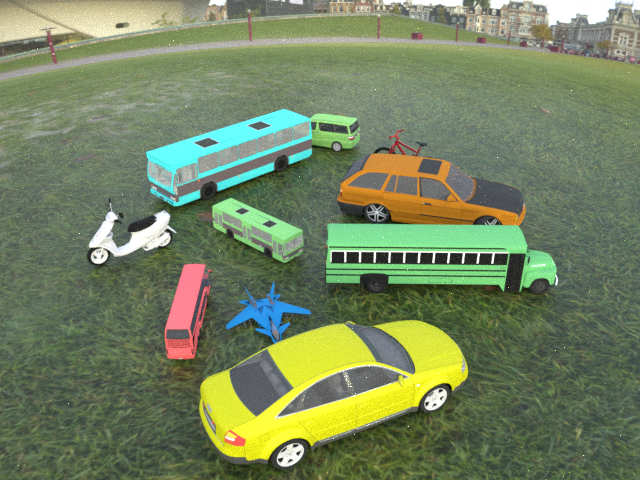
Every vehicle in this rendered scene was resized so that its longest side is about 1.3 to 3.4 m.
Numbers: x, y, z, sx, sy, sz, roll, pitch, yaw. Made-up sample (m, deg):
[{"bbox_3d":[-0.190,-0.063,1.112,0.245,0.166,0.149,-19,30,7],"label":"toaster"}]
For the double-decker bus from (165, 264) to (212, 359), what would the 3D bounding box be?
[{"bbox_3d":[-1.724,0.885,9.239,0.389,0.541,1.672,0,30,-1],"label":"double-decker bus"}]

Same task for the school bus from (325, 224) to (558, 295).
[{"bbox_3d":[1.733,0.248,10.035,3.322,0.844,0.709,1,30,1],"label":"school bus"}]

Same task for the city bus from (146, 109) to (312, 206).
[{"bbox_3d":[-1.603,-1.561,13.102,3.255,0.894,0.926,-26,39,-37],"label":"city bus"}]

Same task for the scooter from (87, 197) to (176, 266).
[{"bbox_3d":[-2.891,-0.158,10.660,1.399,0.919,0.662,-17,34,-27],"label":"scooter"}]

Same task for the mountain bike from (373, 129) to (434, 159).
[{"bbox_3d":[1.635,-1.521,13.058,1.469,0.868,0.573,17,34,27],"label":"mountain bike"}]

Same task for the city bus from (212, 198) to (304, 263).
[{"bbox_3d":[-1.005,-0.153,11.107,1.674,0.460,0.476,24,38,36],"label":"city bus"}]

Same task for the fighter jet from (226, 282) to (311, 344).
[{"bbox_3d":[-0.649,1.051,9.206,1.147,0.286,1.358,-9,31,-15],"label":"fighter jet"}]

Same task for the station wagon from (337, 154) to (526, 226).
[{"bbox_3d":[1.890,-0.823,11.803,3.105,0.920,1.327,8,31,14],"label":"station wagon"}]

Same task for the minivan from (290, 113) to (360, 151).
[{"bbox_3d":[0.045,-2.297,14.647,1.548,0.616,0.681,11,32,18],"label":"minivan"}]

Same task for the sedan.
[{"bbox_3d":[0.225,1.503,7.777,3.137,0.940,1.235,-14,33,-23],"label":"sedan"}]
